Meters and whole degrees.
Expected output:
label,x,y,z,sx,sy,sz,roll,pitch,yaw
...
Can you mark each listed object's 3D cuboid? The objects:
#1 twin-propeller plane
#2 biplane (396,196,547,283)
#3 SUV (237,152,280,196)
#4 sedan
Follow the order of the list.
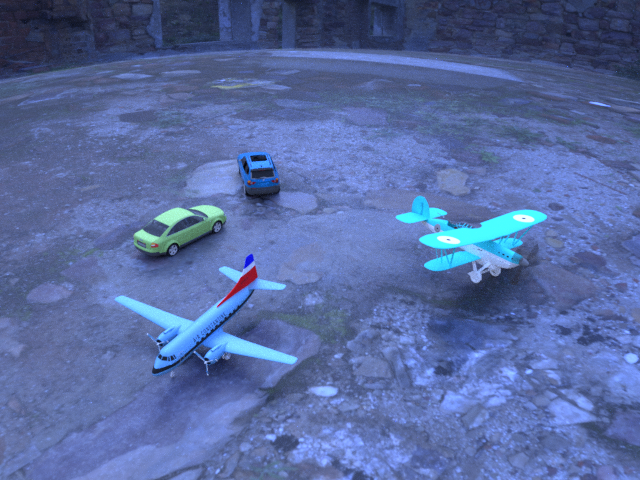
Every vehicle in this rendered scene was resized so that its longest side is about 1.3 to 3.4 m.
label,x,y,z,sx,sy,sz,roll,pitch,yaw
twin-propeller plane,-1.343,0.919,8.520,2.663,0.792,2.129,15,33,25
biplane,2.118,-0.048,10.048,2.598,0.981,2.120,-23,36,-34
SUV,-1.125,-1.299,12.679,0.656,0.580,1.572,-6,30,-11
sedan,-2.148,-0.232,10.882,0.635,0.483,1.613,21,36,33
